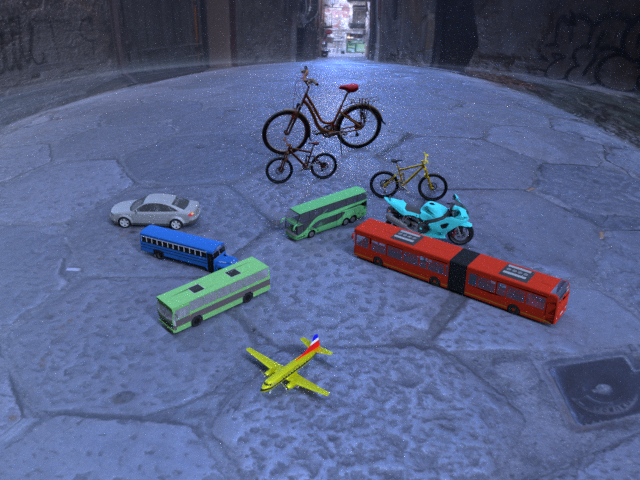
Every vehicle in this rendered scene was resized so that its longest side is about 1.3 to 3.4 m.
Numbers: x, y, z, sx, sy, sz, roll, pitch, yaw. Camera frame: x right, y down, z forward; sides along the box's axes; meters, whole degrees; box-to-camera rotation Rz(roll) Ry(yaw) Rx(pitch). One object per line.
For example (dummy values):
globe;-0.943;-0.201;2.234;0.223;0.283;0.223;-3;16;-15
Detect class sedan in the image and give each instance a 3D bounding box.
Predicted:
sedan;-2.940;-0.545;12.432;1.613;0.483;0.635;2;29;4

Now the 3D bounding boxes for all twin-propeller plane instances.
twin-propeller plane;-0.355;1.549;8.690;1.370;0.407;1.095;22;36;35

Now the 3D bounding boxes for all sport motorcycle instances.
sport motorcycle;1.816;-0.332;11.692;1.520;0.821;0.506;5;29;9

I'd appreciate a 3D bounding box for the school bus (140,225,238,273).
school bus;-2.090;0.155;11.205;1.708;0.434;0.365;13;31;22

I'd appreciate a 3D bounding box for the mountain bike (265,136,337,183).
mountain bike;-0.366;-1.572;13.906;1.469;0.868;0.573;-7;29;-13

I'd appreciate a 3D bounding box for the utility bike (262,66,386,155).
utility bike;0.141;-2.702;14.958;2.791;1.839;1.039;-7;29;-12

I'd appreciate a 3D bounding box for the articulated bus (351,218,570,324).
articulated bus;2.008;0.413;10.603;3.401;0.561;0.605;20;34;31

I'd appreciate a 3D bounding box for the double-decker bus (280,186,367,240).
double-decker bus;0.103;-0.464;12.224;1.672;0.541;0.389;-20;35;-32

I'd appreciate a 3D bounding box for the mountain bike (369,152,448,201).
mountain bike;1.670;-1.154;13.144;1.469;0.868;0.573;4;29;7

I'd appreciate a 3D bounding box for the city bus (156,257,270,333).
city bus;-1.498;0.779;10.039;1.674;0.460;0.476;-23;36;-36
